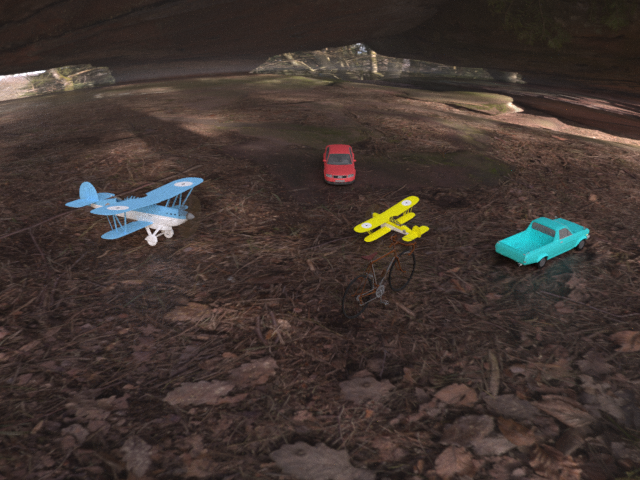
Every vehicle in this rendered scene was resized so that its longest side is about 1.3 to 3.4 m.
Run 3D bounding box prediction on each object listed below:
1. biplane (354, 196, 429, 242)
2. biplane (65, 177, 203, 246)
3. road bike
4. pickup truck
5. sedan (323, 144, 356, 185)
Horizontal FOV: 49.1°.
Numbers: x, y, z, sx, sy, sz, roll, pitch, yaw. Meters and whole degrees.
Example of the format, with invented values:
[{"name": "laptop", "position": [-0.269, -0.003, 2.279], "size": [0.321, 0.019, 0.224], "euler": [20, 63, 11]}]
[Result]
[{"name": "biplane", "position": [1.163, -0.228, 10.961], "size": [1.336, 0.504, 1.090], "euler": [-20, 33, -35]}, {"name": "biplane", "position": [-2.870, -0.501, 10.978], "size": [2.120, 0.981, 2.598], "euler": [10, 28, 19]}, {"name": "road bike", "position": [0.798, 0.459, 9.171], "size": [0.358, 0.852, 1.545], "euler": [22, 34, 38]}, {"name": "pickup truck", "position": [3.367, -0.020, 10.531], "size": [1.603, 0.511, 0.640], "euler": [-18, 32, -33]}, {"name": "sedan", "position": [0.374, -1.530, 13.634], "size": [0.635, 0.483, 1.613], "euler": [0, 26, 0]}]
